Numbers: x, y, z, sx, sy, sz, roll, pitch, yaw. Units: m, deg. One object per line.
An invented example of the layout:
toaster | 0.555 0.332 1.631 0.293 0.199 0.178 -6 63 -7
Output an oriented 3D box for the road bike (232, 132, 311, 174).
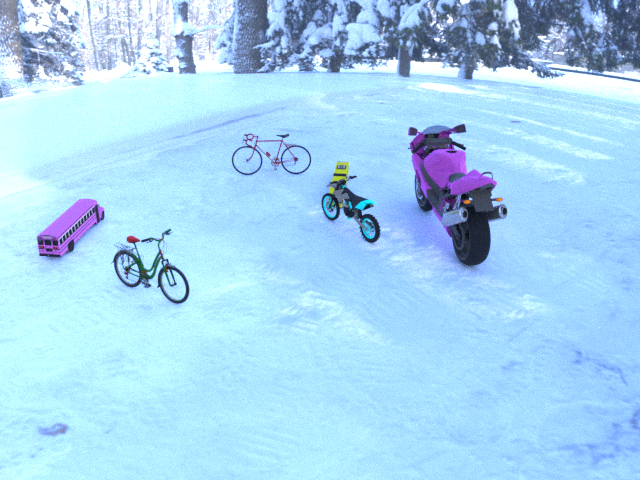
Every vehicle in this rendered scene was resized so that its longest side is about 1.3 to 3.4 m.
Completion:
road bike | -0.943 -1.669 13.580 1.545 0.852 0.358 -1 26 -2

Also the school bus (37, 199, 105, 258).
school bus | -3.917 -0.241 11.145 0.365 0.434 1.708 3 26 7

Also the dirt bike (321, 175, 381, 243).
dirt bike | 0.473 -0.542 11.278 0.527 0.857 1.493 -18 31 -32

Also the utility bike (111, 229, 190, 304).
utility bike | -2.298 0.290 9.481 1.435 0.946 0.535 15 30 28

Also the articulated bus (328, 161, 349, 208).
articulated bus | 0.354 -1.047 12.952 0.311 0.289 1.749 3 26 5

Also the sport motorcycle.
sport motorcycle | 2.031 -0.803 10.969 0.983 1.596 2.955 -5 27 -9
